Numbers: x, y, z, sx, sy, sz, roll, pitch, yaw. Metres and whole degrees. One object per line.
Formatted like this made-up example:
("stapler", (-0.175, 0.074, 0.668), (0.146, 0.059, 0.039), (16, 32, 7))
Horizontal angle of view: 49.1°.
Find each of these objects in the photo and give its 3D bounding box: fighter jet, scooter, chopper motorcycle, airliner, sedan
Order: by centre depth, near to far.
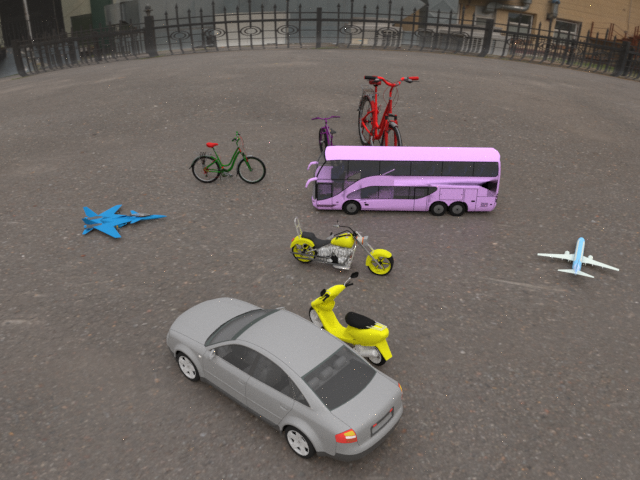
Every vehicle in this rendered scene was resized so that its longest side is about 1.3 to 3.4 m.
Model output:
("sedan", (-0.513, 1.364, 8.000), (3.137, 0.940, 1.235), (24, 38, 34))
("scooter", (0.351, 0.957, 8.710), (0.662, 0.919, 1.399), (-26, 39, -37))
("chopper motorcycle", (0.317, 0.097, 10.322), (1.563, 0.761, 0.466), (8, 31, 12))
("airliner", (3.899, 0.177, 10.513), (1.161, 0.429, 1.307), (12, 33, 19))
("fighter jet", (-3.242, -0.397, 11.625), (1.358, 0.286, 1.147), (-7, 31, -11))

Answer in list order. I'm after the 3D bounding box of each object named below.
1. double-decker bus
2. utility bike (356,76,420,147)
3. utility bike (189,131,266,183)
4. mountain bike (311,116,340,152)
("double-decker bus", (1.391, -1.029, 11.942), (3.251, 1.052, 0.756), (1, 31, 2))
("utility bike", (1.233, -2.397, 13.486), (1.039, 1.839, 2.791), (-7, 31, -11))
("utility bike", (-1.704, -1.499, 12.843), (1.435, 0.946, 0.535), (1, 31, 2))
("mountain bike", (0.175, -1.872, 13.552), (0.573, 0.868, 1.469), (-7, 31, -12))
